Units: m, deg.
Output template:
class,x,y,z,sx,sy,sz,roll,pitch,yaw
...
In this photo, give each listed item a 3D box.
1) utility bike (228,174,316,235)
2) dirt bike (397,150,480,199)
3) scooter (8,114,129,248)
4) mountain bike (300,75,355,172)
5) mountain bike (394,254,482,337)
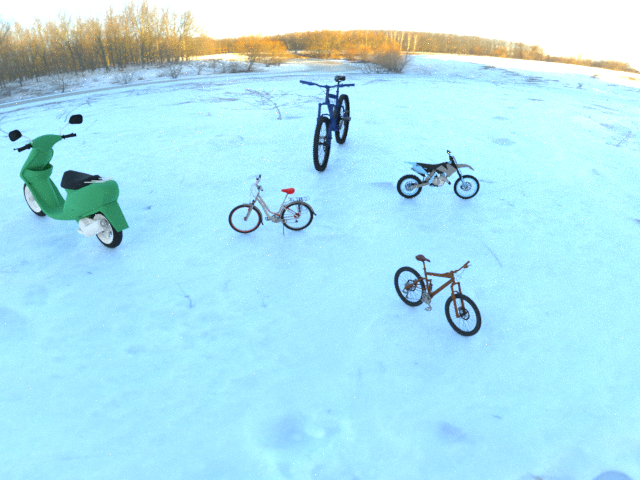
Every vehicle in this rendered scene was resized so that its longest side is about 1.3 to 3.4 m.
class,x,y,z,sx,sy,sz,roll,pitch,yaw
utility bike,-0.757,-0.523,11.224,1.435,0.946,0.535,-3,26,-7
dirt bike,2.133,-1.138,12.573,1.493,0.857,0.527,1,26,2
scooter,-4.029,-0.949,11.138,2.721,1.786,1.288,19,32,34
mountain bike,0.264,-2.549,14.497,1.114,1.688,2.857,7,27,13
mountain bike,1.484,0.639,8.952,0.573,0.868,1.469,-20,32,-35
